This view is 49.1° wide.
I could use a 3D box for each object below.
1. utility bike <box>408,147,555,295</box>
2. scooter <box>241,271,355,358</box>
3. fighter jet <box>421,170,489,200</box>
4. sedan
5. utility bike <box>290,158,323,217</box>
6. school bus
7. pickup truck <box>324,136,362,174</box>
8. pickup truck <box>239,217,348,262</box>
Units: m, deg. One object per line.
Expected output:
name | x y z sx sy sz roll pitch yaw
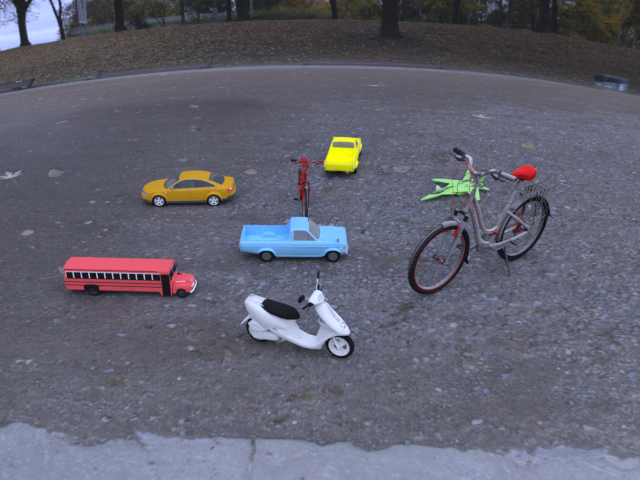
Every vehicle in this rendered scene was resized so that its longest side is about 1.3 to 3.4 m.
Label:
utility bike | 2.323 -0.287 9.318 2.791 1.839 1.039 -18 32 -31
scooter | -0.269 0.870 8.056 1.399 0.919 0.662 9 28 17
fighter jet | 2.295 -0.932 12.302 1.358 0.286 1.147 -17 31 -29
sedan | -2.262 -0.915 12.051 1.613 0.483 0.635 -1 27 -2
utility bike | -0.228 -0.970 11.649 0.535 0.946 1.435 -3 27 -5
school bus | -2.520 0.486 9.347 1.708 0.434 0.365 1 27 3
pickup truck | 0.455 -1.697 13.560 0.640 0.511 1.603 4 27 7
pickup truck | -0.382 -0.036 10.291 1.603 0.511 0.640 0 27 0
